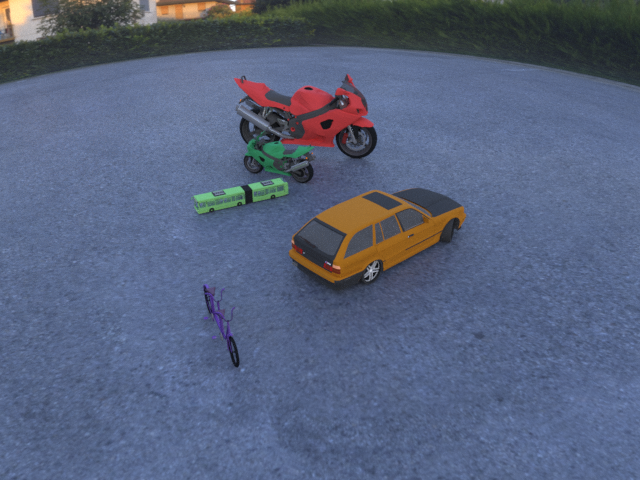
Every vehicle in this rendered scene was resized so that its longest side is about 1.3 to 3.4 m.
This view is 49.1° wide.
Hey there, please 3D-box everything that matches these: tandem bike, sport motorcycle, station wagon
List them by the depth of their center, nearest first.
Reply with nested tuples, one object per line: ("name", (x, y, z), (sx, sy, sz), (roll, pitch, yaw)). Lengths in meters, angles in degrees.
("tandem bike", (-1.313, 0.987, 9.164), (0.283, 0.682, 1.642), (-12, 32, -19))
("station wagon", (1.005, -0.246, 11.027), (3.105, 0.920, 1.327), (-24, 38, -35))
("sport motorcycle", (-0.795, -1.561, 13.362), (1.520, 0.821, 0.506), (13, 33, 20))
("sport motorcycle", (-0.290, -2.498, 14.192), (2.955, 1.596, 0.983), (6, 31, 11))

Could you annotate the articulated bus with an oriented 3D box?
("articulated bus", (-1.417, -0.803, 12.599), (1.749, 0.289, 0.311), (-14, 33, -22))
